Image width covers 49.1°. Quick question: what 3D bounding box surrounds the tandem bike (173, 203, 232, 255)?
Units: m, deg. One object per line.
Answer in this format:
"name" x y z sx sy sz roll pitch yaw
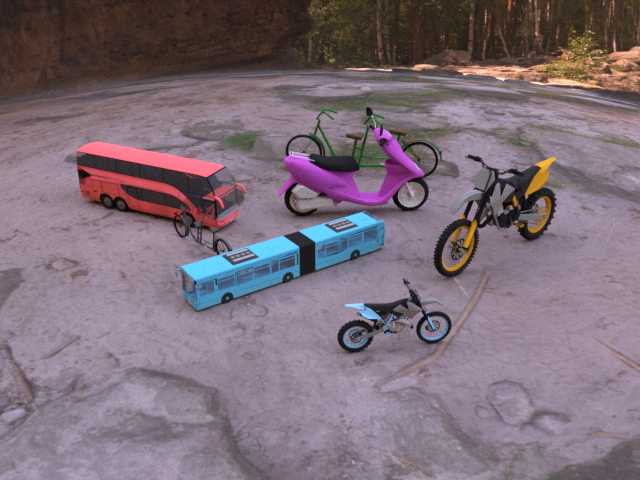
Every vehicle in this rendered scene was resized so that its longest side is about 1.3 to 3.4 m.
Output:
"tandem bike" -1.910 -0.148 11.237 0.283 0.682 1.642 -23 35 -37

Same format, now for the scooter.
"scooter" 0.615 -1.288 12.270 2.721 1.786 1.288 -3 27 -6

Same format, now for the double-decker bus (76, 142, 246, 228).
"double-decker bus" -2.893 -0.986 12.487 3.251 1.052 0.756 13 29 23

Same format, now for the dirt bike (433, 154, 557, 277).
"dirt bike" 2.814 -0.483 10.809 2.903 1.666 1.024 -20 33 -34

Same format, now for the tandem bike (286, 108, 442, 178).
"tandem bike" 0.858 -1.936 14.065 3.192 1.326 0.550 5 27 9

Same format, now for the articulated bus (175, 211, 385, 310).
"articulated bus" -0.480 0.255 10.572 3.401 0.561 0.605 -17 32 -31

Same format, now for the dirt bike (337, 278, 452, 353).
"dirt bike" 0.952 0.988 8.793 1.493 0.857 0.527 -5 27 -9
